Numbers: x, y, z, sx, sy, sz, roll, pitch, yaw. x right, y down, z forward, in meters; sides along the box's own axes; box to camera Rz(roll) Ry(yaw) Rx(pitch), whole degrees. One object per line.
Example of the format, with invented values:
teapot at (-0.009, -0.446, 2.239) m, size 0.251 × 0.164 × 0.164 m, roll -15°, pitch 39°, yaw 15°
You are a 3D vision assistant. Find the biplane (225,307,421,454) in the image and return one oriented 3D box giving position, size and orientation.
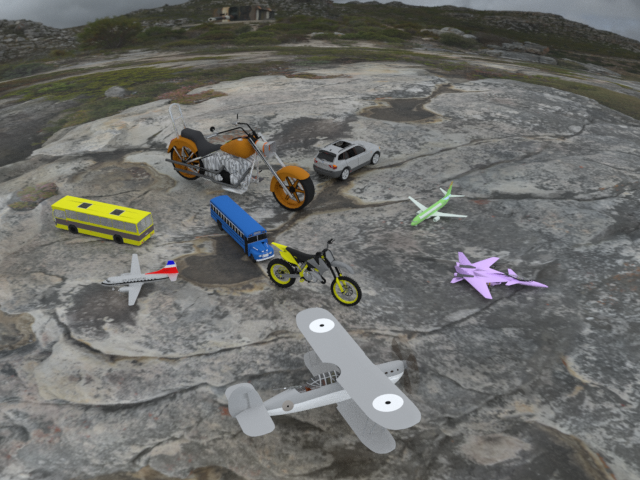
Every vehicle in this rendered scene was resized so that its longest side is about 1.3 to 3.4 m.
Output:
biplane at (0.033, 1.593, 7.592) m, size 2.120 × 0.981 × 2.598 m, roll -11°, pitch 32°, yaw -19°

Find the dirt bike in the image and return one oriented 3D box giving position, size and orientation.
dirt bike at (-0.094, 0.422, 9.736) m, size 1.493 × 0.857 × 0.527 m, roll 15°, pitch 33°, yaw 23°

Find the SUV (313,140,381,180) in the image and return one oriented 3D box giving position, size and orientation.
SUV at (0.541, -1.655, 13.595) m, size 0.656 × 0.580 × 1.572 m, roll 23°, pitch 37°, yaw 34°

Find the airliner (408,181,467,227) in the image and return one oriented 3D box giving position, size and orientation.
airliner at (1.927, -0.606, 11.935) m, size 1.161 × 0.429 × 1.307 m, roll 23°, pitch 37°, yaw 34°

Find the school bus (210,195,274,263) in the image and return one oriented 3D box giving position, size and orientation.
school bus at (-1.259, -0.190, 11.214) m, size 0.365 × 0.434 × 1.708 m, roll -17°, pitch 34°, yaw -27°

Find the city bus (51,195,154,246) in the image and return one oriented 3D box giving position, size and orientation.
city bus at (-3.531, -0.304, 11.384) m, size 1.674 × 0.460 × 0.476 m, roll 11°, pitch 32°, yaw 19°

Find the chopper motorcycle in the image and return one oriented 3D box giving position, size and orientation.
chopper motorcycle at (-1.469, -1.479, 12.395) m, size 3.040 × 1.480 × 0.906 m, roll 16°, pitch 34°, yaw 25°

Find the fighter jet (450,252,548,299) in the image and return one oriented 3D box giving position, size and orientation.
fighter jet at (2.628, 0.497, 10.176) m, size 1.358 × 0.286 × 1.147 m, roll 9°, pitch 31°, yaw 15°

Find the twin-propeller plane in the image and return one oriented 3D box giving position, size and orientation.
twin-propeller plane at (-2.585, 0.511, 10.031) m, size 1.095 × 0.407 × 1.370 m, roll -5°, pitch 31°, yaw -9°
